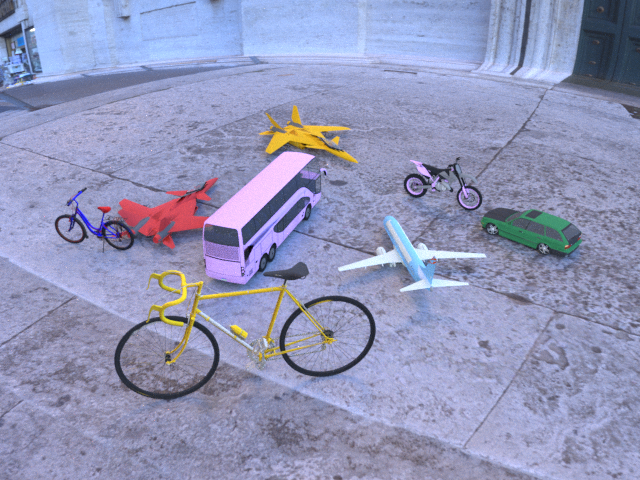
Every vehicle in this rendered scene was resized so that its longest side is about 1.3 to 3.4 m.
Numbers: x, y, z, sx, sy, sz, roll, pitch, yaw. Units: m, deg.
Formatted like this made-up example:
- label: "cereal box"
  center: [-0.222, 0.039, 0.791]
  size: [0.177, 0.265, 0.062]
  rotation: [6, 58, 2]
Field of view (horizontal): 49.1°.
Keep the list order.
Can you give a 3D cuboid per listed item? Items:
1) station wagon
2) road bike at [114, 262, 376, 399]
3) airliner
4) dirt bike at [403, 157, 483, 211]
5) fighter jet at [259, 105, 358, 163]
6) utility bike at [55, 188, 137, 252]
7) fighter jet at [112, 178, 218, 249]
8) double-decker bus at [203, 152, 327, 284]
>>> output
- label: "station wagon"
  center: [3.400, -0.224, 11.340]
  size: [1.597, 0.473, 0.682]
  rotation: [25, 38, 37]
- label: "road bike"
  center: [-0.807, 1.021, 7.913]
  size: [3.004, 1.656, 0.697]
  rotation: [-6, 30, -11]
- label: "airliner"
  center: [1.327, 0.031, 10.516]
  size: [2.257, 0.835, 2.541]
  rotation: [-5, 30, -9]
- label: "dirt bike"
  center: [2.177, -1.028, 12.381]
  size: [1.493, 0.857, 0.527]
  rotation: [17, 33, 27]
- label: "fighter jet"
  center: [-0.083, -2.179, 14.738]
  size: [2.229, 0.557, 2.640]
  rotation: [-22, 36, -34]
- label: "utility bike"
  center: [-3.565, -0.265, 10.931]
  size: [1.435, 0.946, 0.535]
  rotation: [7, 30, 13]
- label: "fighter jet"
  center: [-2.395, -0.722, 12.142]
  size: [2.229, 0.557, 2.640]
  rotation: [10, 31, 17]
- label: "double-decker bus"
  center: [-0.807, -0.478, 11.202]
  size: [0.756, 1.052, 3.251]
  rotation: [11, 31, 18]
